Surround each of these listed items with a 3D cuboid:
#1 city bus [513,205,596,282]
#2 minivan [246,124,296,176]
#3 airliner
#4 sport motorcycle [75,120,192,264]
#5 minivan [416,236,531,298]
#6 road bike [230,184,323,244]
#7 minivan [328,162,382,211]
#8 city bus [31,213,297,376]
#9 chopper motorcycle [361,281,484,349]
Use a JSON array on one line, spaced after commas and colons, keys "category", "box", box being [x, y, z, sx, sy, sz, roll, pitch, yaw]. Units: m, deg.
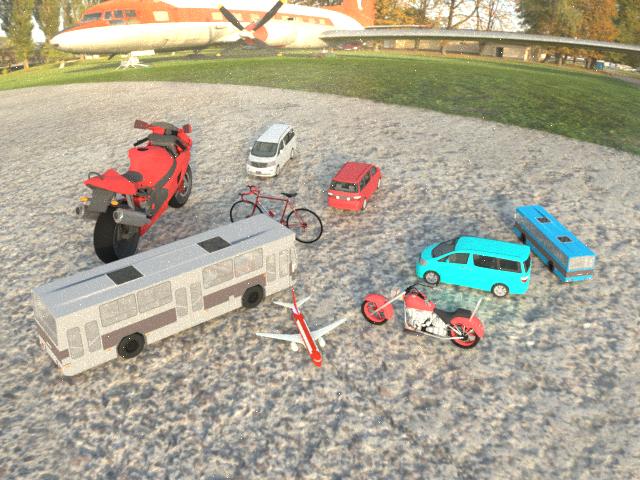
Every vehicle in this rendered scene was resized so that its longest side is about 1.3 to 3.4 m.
[{"category": "city bus", "box": [3.424, 0.045, 10.365, 0.476, 0.460, 1.674, -5, 28, -10]}, {"category": "minivan", "box": [-0.940, -1.743, 13.588, 0.681, 0.616, 1.548, 7, 29, 13]}, {"category": "airliner", "box": [-0.182, 1.046, 8.500, 1.161, 0.429, 1.307, -8, 29, -14]}, {"category": "sport motorcycle", "box": [-2.685, -0.817, 10.782, 0.983, 1.596, 2.955, 7, 29, 13]}, {"category": "minivan", "box": [2.119, 0.310, 9.696, 1.548, 0.616, 0.681, 10, 29, 18]}, {"category": "road bike", "box": [-0.689, -0.394, 10.779, 1.545, 0.852, 0.358, 9, 29, 16]}, {"category": "minivan", "box": [0.635, -1.027, 12.231, 0.681, 0.616, 1.548, 9, 29, 17]}, {"category": "city bus", "box": [-1.813, 0.624, 8.802, 3.255, 0.894, 0.926, -20, 34, -34]}, {"category": "chopper motorcycle", "box": [1.237, 0.845, 8.525, 1.563, 0.761, 0.466, 14, 31, 25]}]
